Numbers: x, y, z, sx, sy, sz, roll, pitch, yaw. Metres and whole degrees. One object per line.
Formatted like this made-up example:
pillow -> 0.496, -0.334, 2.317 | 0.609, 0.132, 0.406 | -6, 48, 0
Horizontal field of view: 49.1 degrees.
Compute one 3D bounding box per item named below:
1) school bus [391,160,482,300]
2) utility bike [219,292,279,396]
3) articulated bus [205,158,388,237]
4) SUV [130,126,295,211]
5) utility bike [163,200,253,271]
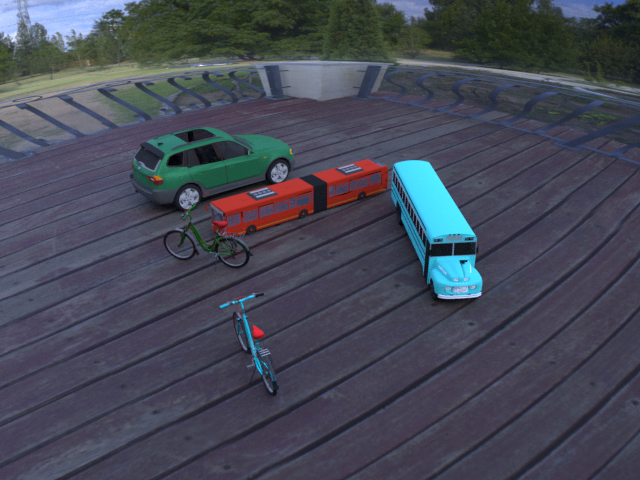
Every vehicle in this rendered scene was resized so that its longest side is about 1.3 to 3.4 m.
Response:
school bus -> 1.725, -0.228, 10.696 | 0.709, 0.844, 3.322 | -3, 28, -5
utility bike -> -0.811, 1.146, 8.010 | 0.535, 0.946, 1.435 | -12, 30, -22
articulated bus -> -0.287, -0.748, 11.974 | 3.401, 0.561, 0.605 | -18, 33, -31
SUV -> -1.903, -1.466, 12.719 | 3.058, 1.128, 1.276 | -20, 34, -33
utility bike -> -1.676, -0.021, 10.200 | 1.435, 0.946, 0.535 | 8, 29, 14
